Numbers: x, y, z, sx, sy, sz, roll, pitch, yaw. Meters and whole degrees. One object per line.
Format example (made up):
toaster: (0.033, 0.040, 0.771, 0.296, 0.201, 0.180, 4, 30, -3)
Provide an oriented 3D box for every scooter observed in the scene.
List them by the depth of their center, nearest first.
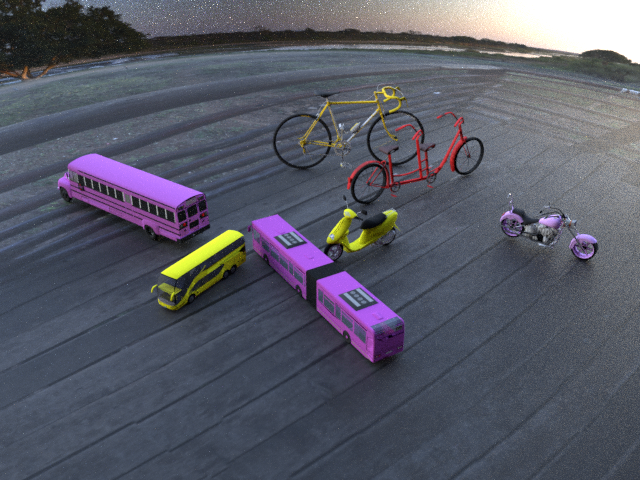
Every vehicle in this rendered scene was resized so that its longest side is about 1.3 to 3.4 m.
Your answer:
scooter: (0.665, -0.207, 10.903, 1.399, 0.919, 0.662, -16, 33, -26)

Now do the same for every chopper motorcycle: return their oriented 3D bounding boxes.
chopper motorcycle: (3.617, -0.211, 11.069, 1.563, 0.761, 0.466, 19, 35, 29)

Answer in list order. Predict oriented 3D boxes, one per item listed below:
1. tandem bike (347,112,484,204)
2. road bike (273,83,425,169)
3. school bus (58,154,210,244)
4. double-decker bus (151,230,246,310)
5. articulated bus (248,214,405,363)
tandem bike: (1.835, -1.534, 12.822, 3.192, 1.326, 0.550, -17, 34, -27)
road bike: (0.574, -2.177, 13.618, 3.004, 1.656, 0.697, -3, 30, -4)
school bus: (-3.316, -0.782, 11.988, 3.322, 0.844, 0.709, 20, 35, 31)
double-decker bus: (-1.710, 0.431, 10.163, 0.389, 0.541, 1.672, 18, 34, 28)
articulated bus: (-0.017, 0.562, 9.912, 0.605, 0.561, 3.401, -17, 34, -27)
